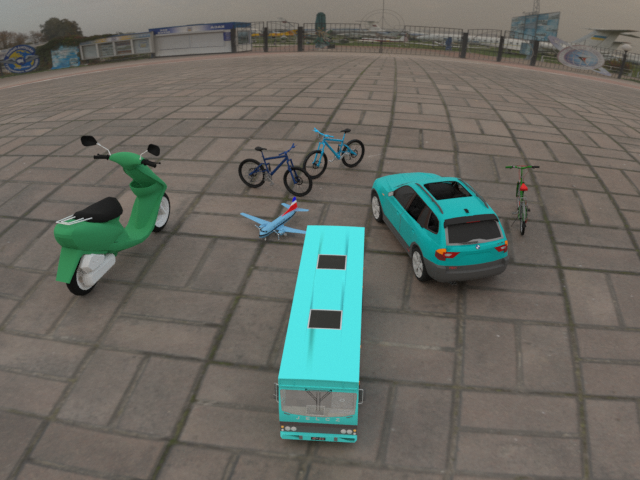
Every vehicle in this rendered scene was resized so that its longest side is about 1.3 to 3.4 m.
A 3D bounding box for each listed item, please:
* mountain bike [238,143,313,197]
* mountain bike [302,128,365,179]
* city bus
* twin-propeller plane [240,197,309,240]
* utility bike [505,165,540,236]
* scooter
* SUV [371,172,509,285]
[{"bbox_3d":[-0.807,-1.248,12.377,1.469,0.868,0.573,12,31,21],"label":"mountain bike"},{"bbox_3d":[0.272,-1.668,13.141,1.469,0.868,0.573,-20,35,-32],"label":"mountain bike"},{"bbox_3d":[0.099,0.963,8.330,0.926,0.894,3.255,2,29,4],"label":"city bus"},{"bbox_3d":[-0.655,-0.334,11.193,1.370,0.407,1.095,16,33,27],"label":"twin-propeller plane"},{"bbox_3d":[3.223,-0.710,11.319,0.535,0.946,1.435,5,29,9],"label":"utility bike"},{"bbox_3d":[-2.923,-0.482,10.032,1.288,1.786,2.721,9,30,17],"label":"scooter"},{"bbox_3d":[1.736,-0.419,10.601,1.276,1.128,3.058,-7,30,-12],"label":"SUV"}]
